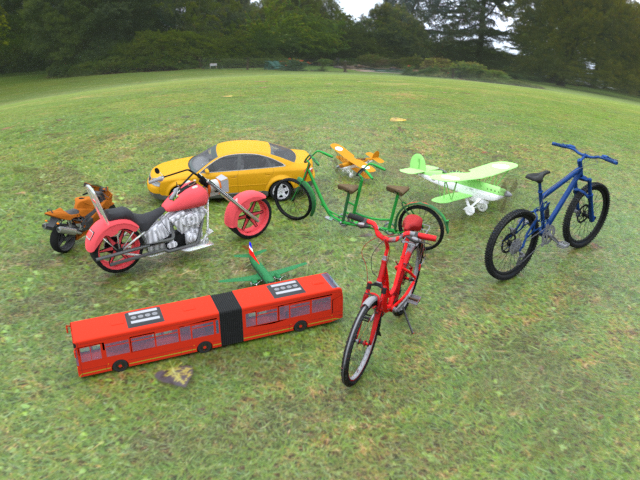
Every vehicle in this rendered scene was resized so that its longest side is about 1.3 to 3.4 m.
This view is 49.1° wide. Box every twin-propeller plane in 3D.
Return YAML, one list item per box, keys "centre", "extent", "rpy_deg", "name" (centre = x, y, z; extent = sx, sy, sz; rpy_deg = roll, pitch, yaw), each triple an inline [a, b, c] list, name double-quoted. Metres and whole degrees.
- centre: [-0.859, 0.399, 10.223]
  extent: [1.370, 0.407, 1.095]
  rpy_deg: [-11, 28, -22]
  name: "twin-propeller plane"

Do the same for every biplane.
- centre: [2.492, -1.049, 12.525]
  extent: [2.120, 0.981, 2.598]
  rpy_deg: [22, 34, 37]
  name: "biplane"
- centre: [0.780, -1.558, 14.103]
  extent: [1.090, 0.504, 1.336]
  rpy_deg: [-17, 31, -31]
  name: "biplane"

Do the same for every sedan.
- centre: [-1.662, -1.330, 13.144]
  extent: [3.137, 0.940, 1.235]
  rpy_deg: [-4, 26, -7]
  name: "sedan"

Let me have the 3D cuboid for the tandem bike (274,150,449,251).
- centre: [0.589, -0.678, 11.377]
  extent: [3.192, 1.326, 0.550]
  rpy_deg: [14, 29, 26]
  name: "tandem bike"

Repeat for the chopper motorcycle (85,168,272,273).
- centre: [-2.097, -0.440, 10.717]
  extent: [3.040, 1.480, 0.906]
  rpy_deg: [-17, 31, -31]
  name: "chopper motorcycle"

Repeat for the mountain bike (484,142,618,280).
- centre: [3.500, -0.426, 10.452]
  extent: [2.857, 1.688, 1.114]
  rpy_deg: [-18, 31, -32]
  name: "mountain bike"

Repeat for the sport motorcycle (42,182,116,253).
- centre: [-3.841, -0.385, 11.352]
  extent: [0.506, 0.821, 1.520]
  rpy_deg: [11, 28, 22]
  name: "sport motorcycle"

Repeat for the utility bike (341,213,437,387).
- centre: [0.937, 0.479, 8.436]
  extent: [1.039, 1.839, 2.791]
  rpy_deg: [11, 28, 22]
  name: "utility bike"

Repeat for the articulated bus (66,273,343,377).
- centre: [-1.358, 1.022, 8.779]
  extent: [3.401, 0.561, 0.605]
  rpy_deg: [-10, 28, -20]
  name: "articulated bus"
